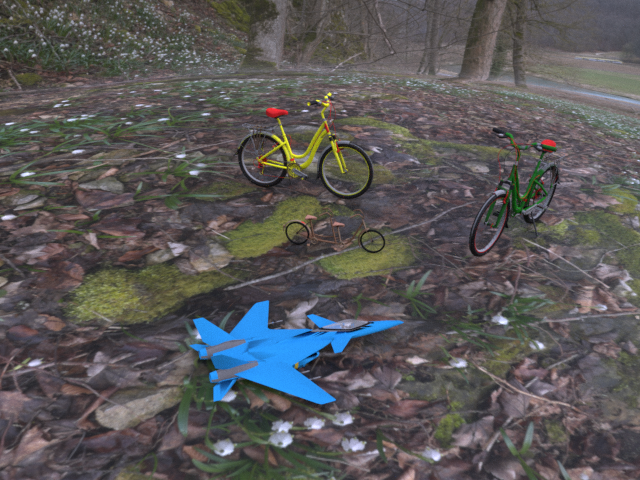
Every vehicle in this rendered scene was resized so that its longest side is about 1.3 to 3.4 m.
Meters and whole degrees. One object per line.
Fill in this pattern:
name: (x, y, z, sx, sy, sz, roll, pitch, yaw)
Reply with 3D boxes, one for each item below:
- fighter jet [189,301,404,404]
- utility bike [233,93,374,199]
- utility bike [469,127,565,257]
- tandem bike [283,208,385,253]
fighter jet: (-0.151, 1.119, 8.399, 2.640, 0.557, 2.229, -11, 28, -20)
utility bike: (-0.312, -1.775, 12.796, 2.791, 1.839, 1.039, 10, 28, 19)
utility bike: (3.230, -0.835, 10.898, 1.039, 1.839, 2.791, 22, 34, 37)
tandem bike: (0.208, -0.172, 10.863, 1.642, 0.682, 0.283, 7, 27, 13)
